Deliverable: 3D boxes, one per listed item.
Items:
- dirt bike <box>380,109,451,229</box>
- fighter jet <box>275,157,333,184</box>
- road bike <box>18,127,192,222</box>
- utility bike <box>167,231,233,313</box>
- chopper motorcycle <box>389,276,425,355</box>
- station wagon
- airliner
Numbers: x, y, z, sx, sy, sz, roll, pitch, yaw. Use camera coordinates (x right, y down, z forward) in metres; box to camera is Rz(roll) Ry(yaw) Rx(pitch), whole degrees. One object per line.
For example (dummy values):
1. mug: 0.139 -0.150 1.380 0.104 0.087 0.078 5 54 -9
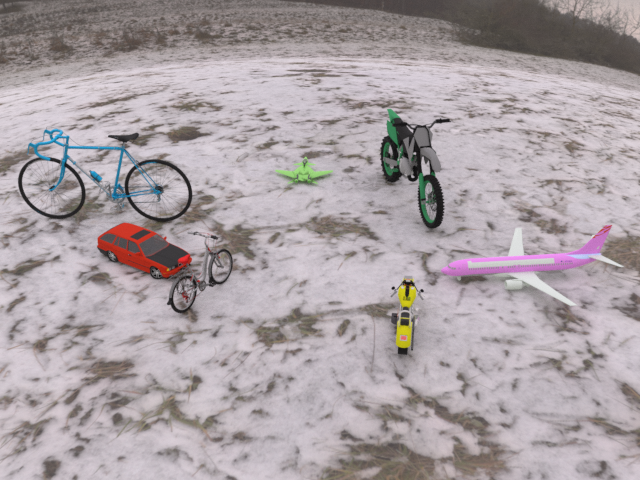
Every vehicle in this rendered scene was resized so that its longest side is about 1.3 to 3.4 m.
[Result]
1. dirt bike: 1.631 -1.433 12.454 1.024 1.666 2.903 -7 30 -12
2. fighter jet: -0.313 -1.487 13.986 1.147 0.286 1.358 1 29 1
3. road bike: -3.664 -1.073 11.810 3.004 1.656 0.696 2 29 3
4. utility bike: -1.731 0.389 9.887 0.535 0.946 1.435 16 32 26
5. chopper motorcycle: 1.143 0.851 9.238 0.466 0.761 1.563 4 29 8
6. station wagon: -2.728 0.128 10.853 1.597 0.473 0.682 17 33 29
7. airliner: 3.057 0.197 10.352 2.541 0.835 2.257 -2 29 -4
